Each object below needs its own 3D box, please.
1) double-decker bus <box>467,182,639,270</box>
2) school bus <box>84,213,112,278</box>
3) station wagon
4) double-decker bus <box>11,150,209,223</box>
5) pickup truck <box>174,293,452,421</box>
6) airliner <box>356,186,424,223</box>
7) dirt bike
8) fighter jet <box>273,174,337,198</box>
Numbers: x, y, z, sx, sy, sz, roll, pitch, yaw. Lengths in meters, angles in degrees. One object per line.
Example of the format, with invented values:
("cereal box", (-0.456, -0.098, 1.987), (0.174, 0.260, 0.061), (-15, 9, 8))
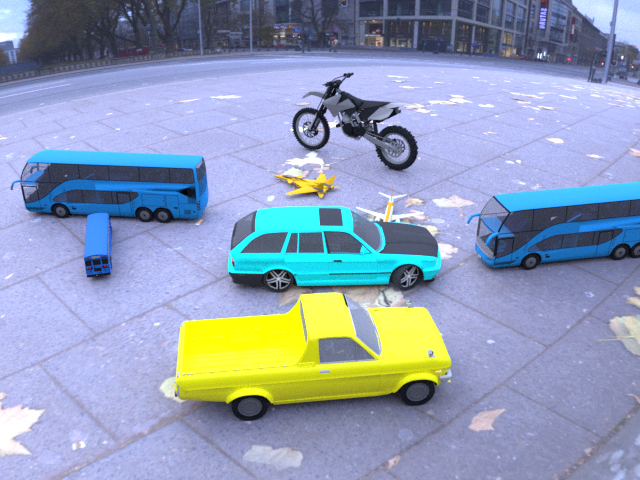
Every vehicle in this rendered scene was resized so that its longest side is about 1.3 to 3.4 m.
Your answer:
("double-decker bus", (3.910, -0.241, 10.672), (3.251, 1.052, 0.756), (-5, 29, -10))
("school bus", (-3.424, 0.019, 10.840), (0.365, 0.434, 1.708), (-7, 29, -13))
("station wagon", (0.222, 0.058, 10.256), (3.105, 0.920, 1.327), (-1, 28, -1))
("double-decker bus", (-3.557, -0.943, 11.973), (3.251, 1.052, 0.756), (3, 28, 5))
("pickup truck", (-0.088, 1.228, 8.011), (3.117, 0.993, 1.244), (-3, 29, -6))
("airliner", (1.169, -0.529, 11.862), (1.161, 0.429, 1.307), (5, 29, 9))
("dirt bike", (0.646, -2.387, 14.003), (2.903, 1.666, 1.024), (17, 33, 28))
("fighter jet", (-0.357, -1.143, 13.151), (1.358, 0.286, 1.147), (18, 33, 30))
